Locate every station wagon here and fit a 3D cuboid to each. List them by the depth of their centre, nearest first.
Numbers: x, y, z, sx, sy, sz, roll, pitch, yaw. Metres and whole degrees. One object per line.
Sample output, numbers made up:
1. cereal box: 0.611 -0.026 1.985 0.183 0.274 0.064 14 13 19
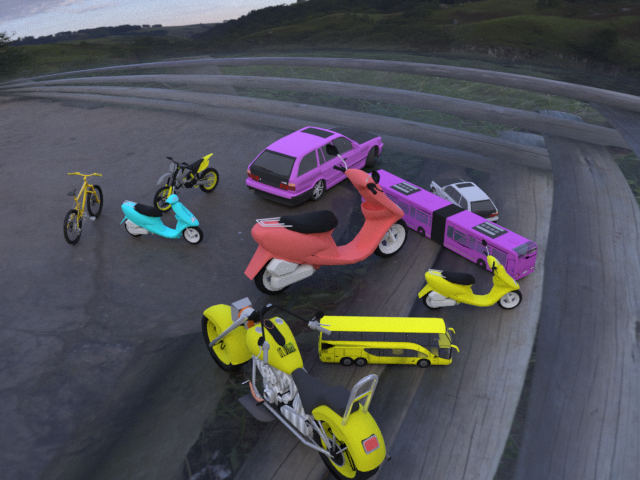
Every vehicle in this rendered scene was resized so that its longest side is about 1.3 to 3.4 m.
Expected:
1. station wagon: 2.448 -0.744 12.019 0.682 0.473 1.597 -8 31 -14
2. station wagon: -0.005 -1.605 13.085 1.327 0.920 3.105 20 35 31

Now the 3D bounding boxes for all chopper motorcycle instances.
1. chopper motorcycle: -0.418 1.304 7.385 0.906 1.480 3.040 -21 36 -32

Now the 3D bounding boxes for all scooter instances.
1. scooter: 2.028 0.540 9.303 1.399 0.919 0.662 0 30 0
2. scooter: 0.177 -0.267 9.847 2.721 1.786 1.288 -17 34 -27
3. scooter: -2.506 -0.403 10.966 1.399 0.919 0.662 7 30 12

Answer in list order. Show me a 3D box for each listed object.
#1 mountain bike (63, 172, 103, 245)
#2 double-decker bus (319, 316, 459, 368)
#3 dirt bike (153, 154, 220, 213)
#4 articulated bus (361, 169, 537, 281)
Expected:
1. mountain bike: -3.825 -0.562 11.298 0.573 0.868 1.469 3 30 5
2. double-decker bus: 0.819 1.224 8.478 1.672 0.541 0.389 1 30 2
3. dirt bike: -2.315 -1.048 12.167 0.527 0.857 1.493 22 36 33
4. articulated bus: 1.913 -0.316 11.176 0.605 0.561 3.401 -21 36 -32
